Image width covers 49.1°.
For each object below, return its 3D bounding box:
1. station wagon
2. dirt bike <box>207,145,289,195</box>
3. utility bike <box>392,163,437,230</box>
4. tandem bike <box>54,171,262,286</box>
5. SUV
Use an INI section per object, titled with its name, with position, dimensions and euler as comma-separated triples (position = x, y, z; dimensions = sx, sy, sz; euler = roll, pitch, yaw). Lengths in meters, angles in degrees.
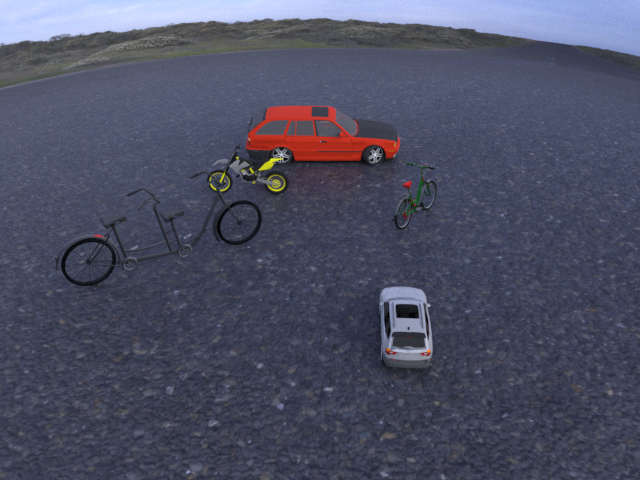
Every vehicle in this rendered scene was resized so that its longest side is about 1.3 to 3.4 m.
[station wagon]
position = 0.071, -2.171, 14.173
dimensions = 3.105, 0.920, 1.327
euler = 0, 30, 1
[dirt bike]
position = -1.305, -1.211, 12.581
dimensions = 1.493, 0.857, 0.527
euler = 1, 30, 1
[utility bike]
position = 1.572, -0.783, 11.756
dimensions = 0.535, 0.946, 1.435
euler = 20, 36, 31
[tandem bike]
position = -2.321, -0.203, 10.378
dimensions = 3.192, 1.326, 0.550
euler = -16, 34, -25
[SUV]
position = 1.095, 1.029, 8.995
dimensions = 0.656, 0.580, 1.572
euler = 2, 30, 3
